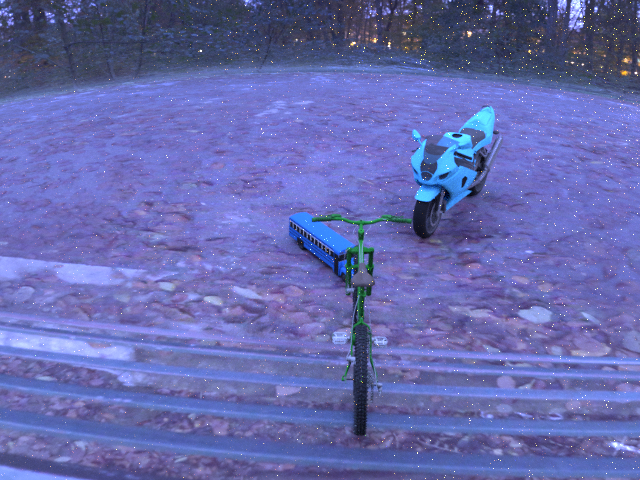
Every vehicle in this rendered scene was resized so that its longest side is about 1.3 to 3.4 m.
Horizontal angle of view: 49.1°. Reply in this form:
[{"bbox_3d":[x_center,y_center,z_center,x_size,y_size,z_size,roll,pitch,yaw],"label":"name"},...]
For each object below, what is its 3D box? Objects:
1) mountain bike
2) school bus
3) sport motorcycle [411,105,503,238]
[{"bbox_3d":[0.443,0.735,7.679,1.114,1.688,2.857,1,27,2],"label":"mountain bike"},{"bbox_3d":[0.102,0.091,10.366,0.365,0.434,1.708,-16,31,-28],"label":"school bus"},{"bbox_3d":[2.248,-1.184,11.613,0.983,1.596,2.955,15,30,28],"label":"sport motorcycle"}]
